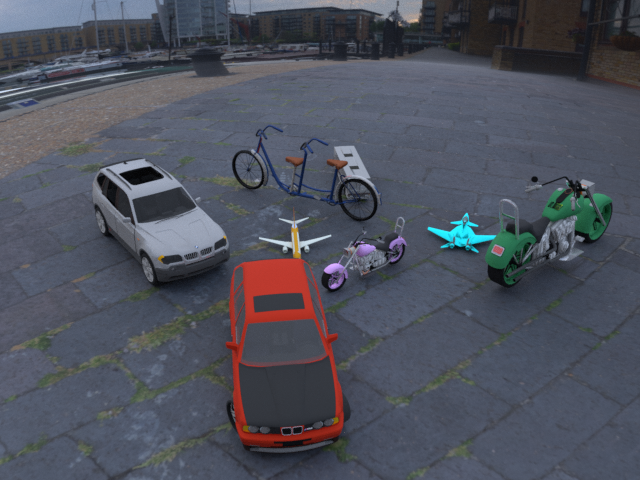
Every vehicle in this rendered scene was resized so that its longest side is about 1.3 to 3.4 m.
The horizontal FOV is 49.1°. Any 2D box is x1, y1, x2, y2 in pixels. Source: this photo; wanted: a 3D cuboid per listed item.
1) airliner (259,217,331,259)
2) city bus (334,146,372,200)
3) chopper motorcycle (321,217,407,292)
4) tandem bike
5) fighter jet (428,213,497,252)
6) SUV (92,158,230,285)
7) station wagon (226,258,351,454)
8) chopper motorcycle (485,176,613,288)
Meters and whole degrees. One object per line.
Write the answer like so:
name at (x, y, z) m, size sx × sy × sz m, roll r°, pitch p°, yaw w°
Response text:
airliner at (-0.387, -0.065, 11.086) m, size 1.161 × 0.429 × 1.307 m, roll -2°, pitch 28°, yaw -4°
city bus at (0.590, -1.278, 13.297) m, size 0.476 × 0.460 × 1.674 m, roll -4°, pitch 29°, yaw -7°
chopper motorcycle at (0.666, 0.202, 10.241) m, size 1.563 × 0.761 × 0.466 m, roll -20°, pitch 34°, yaw -33°
tandem bike at (-0.317, -1.217, 12.275) m, size 3.192 × 1.326 × 0.550 m, roll 17°, pitch 33°, yaw 29°
fighter jet at (2.374, -0.233, 11.547) m, size 1.147 × 0.286 × 1.358 m, roll 7°, pitch 29°, yaw 14°
SUV at (-2.587, -0.403, 10.975) m, size 1.276 × 1.128 × 3.058 m, roll -19°, pitch 34°, yaw -31°
station wagon at (-0.473, 1.153, 8.315) m, size 1.327 × 0.920 × 3.105 m, roll -4°, pitch 29°, yaw -7°
chopper motorcycle at (3.534, -0.303, 10.420) m, size 3.040 × 1.480 × 0.906 m, roll -22°, pitch 36°, yaw -35°
